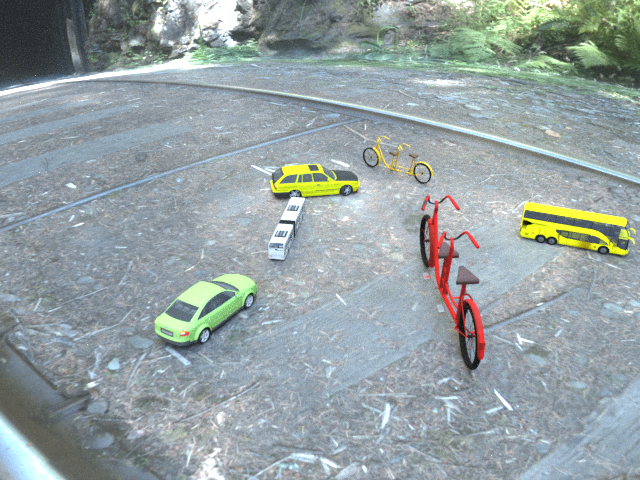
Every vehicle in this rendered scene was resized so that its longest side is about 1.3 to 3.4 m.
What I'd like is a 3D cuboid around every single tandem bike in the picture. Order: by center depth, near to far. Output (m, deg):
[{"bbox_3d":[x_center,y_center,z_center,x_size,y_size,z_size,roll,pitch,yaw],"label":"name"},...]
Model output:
[{"bbox_3d":[1.651,0.343,9.000,0.550,1.326,3.192,-2,28,-4],"label":"tandem bike"},{"bbox_3d":[1.455,-1.540,13.230,1.642,0.682,0.283,23,36,36],"label":"tandem bike"}]

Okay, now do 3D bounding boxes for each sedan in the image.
[{"bbox_3d":[-1.433,0.807,9.024,0.635,0.483,1.613,16,32,28],"label":"sedan"}]

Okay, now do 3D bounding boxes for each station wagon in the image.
[{"bbox_3d":[-0.082,-1.089,12.603,1.597,0.473,0.682,-5,28,-9],"label":"station wagon"}]

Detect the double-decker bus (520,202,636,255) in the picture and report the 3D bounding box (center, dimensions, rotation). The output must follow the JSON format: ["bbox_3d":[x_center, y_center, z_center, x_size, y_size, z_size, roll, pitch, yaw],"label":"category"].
[{"bbox_3d":[3.960,-0.169,10.799,1.672,0.541,0.389,11,30,20],"label":"double-decker bus"}]

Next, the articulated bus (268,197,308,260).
[{"bbox_3d":[-0.504,-0.212,11.149,0.311,0.289,1.749,4,28,8],"label":"articulated bus"}]
